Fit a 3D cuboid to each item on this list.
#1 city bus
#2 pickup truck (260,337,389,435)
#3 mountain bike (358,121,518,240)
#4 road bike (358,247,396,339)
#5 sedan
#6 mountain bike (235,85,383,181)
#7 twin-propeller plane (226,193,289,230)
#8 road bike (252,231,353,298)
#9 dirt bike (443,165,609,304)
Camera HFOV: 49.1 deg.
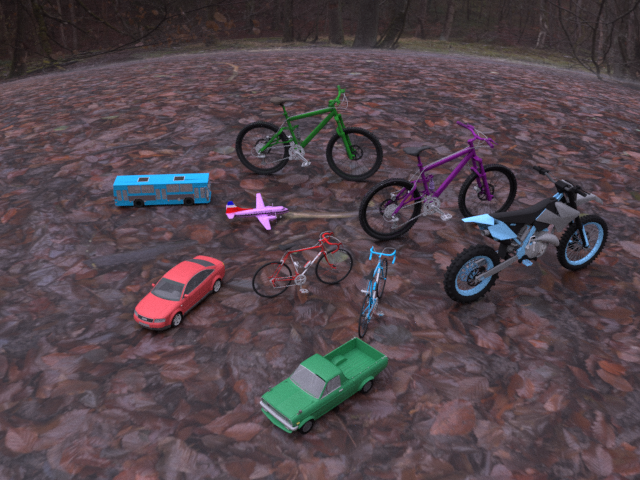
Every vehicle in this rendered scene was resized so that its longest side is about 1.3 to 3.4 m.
[{"bbox_3d":[-2.815,-0.887,12.567,1.674,0.460,0.476,-2,30,-4],"label":"city bus"},{"bbox_3d":[0.072,1.624,8.150,1.603,0.511,0.640,-25,38,-36],"label":"pickup truck"},{"bbox_3d":[1.974,-0.886,11.333,2.857,1.688,1.114,-9,31,-16],"label":"mountain bike"},{"bbox_3d":[0.734,0.660,9.484,0.358,0.852,1.545,9,31,16],"label":"road bike"},{"bbox_3d":[-1.956,0.677,9.824,0.635,0.483,1.613,15,33,24],"label":"sedan"},{"bbox_3d":[-0.226,-1.947,13.178,2.857,1.688,1.114,5,30,8],"label":"mountain bike"},{"bbox_3d":[-1.066,-0.521,11.983,1.095,0.407,1.370,-6,30,-10],"label":"twin-propeller plane"},{"bbox_3d":[-0.234,0.366,9.996,1.545,0.852,0.358,-11,32,-19],"label":"road bike"},{"bbox_3d":[3.020,-0.069,9.935,2.903,1.666,1.024,-13,32,-22],"label":"dirt bike"}]
